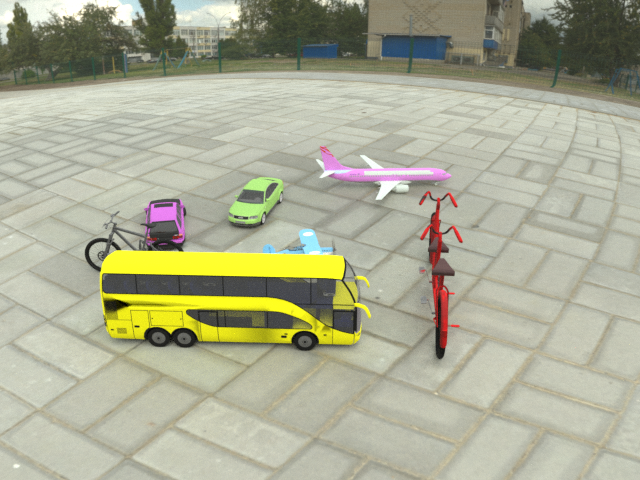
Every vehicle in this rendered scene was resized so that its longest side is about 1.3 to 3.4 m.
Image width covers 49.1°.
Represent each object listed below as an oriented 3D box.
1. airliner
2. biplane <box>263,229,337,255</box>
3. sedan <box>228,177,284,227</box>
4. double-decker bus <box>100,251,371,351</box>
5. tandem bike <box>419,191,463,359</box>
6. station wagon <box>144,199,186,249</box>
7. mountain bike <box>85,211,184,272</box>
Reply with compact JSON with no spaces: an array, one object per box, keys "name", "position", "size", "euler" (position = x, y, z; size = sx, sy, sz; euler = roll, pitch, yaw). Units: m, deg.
[{"name":"airliner","position":[1.215,-1.376,13.033],"size":[2.541,0.835,2.257],"euler":[-2,27,-4]},{"name":"biplane","position":[-0.297,0.177,10.303],"size":[1.090,0.504,1.336],"euler":[-3,27,-6]},{"name":"sedan","position":[-1.097,-0.723,12.123],"size":[0.635,0.483,1.613],"euler":[7,27,13]},{"name":"double-decker bus","position":[-1.011,0.721,8.606],"size":[3.251,1.052,0.756],"euler":[1,27,2]},{"name":"tandem bike","position":[1.551,0.273,9.196],"size":[0.550,1.326,3.192],"euler":[3,27,5]},{"name":"station wagon","position":[-2.530,-0.368,11.426],"size":[0.682,0.473,1.597],"euler":[-5,27,-10]},{"name":"mountain bike","position":[-2.676,0.094,10.063],"size":[1.469,0.868,0.573],"euler":[1,27,3]}]
